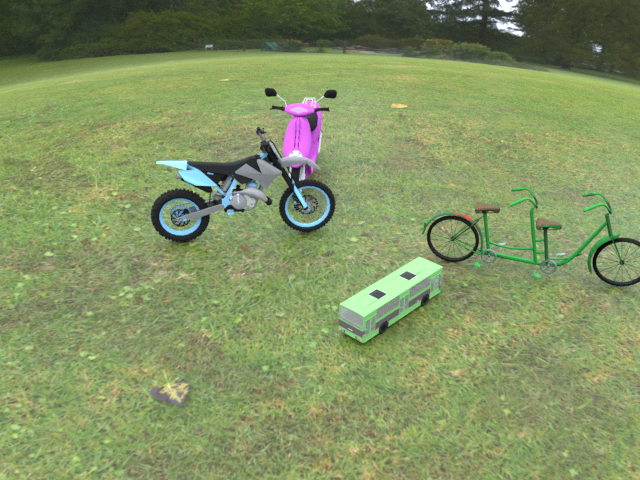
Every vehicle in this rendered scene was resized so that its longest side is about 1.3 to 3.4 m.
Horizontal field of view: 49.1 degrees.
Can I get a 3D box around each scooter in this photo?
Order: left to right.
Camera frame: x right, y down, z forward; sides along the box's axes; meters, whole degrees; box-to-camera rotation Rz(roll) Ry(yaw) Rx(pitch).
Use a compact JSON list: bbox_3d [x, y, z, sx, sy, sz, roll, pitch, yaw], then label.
[{"bbox_3d":[-0.311,-2.020,12.998,1.288,1.786,2.721,3,29,5],"label":"scooter"}]

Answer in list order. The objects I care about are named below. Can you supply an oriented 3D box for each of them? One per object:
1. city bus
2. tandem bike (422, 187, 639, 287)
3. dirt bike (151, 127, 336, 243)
[{"bbox_3d":[0.957,0.781,9.228,0.476,0.460,1.674,25,37,38],"label":"city bus"},{"bbox_3d":[3.052,-0.098,9.940,3.192,1.326,0.550,9,30,15],"label":"tandem bike"},{"bbox_3d":[-1.186,-0.794,10.864,2.903,1.666,1.024,-4,29,-8],"label":"dirt bike"}]
